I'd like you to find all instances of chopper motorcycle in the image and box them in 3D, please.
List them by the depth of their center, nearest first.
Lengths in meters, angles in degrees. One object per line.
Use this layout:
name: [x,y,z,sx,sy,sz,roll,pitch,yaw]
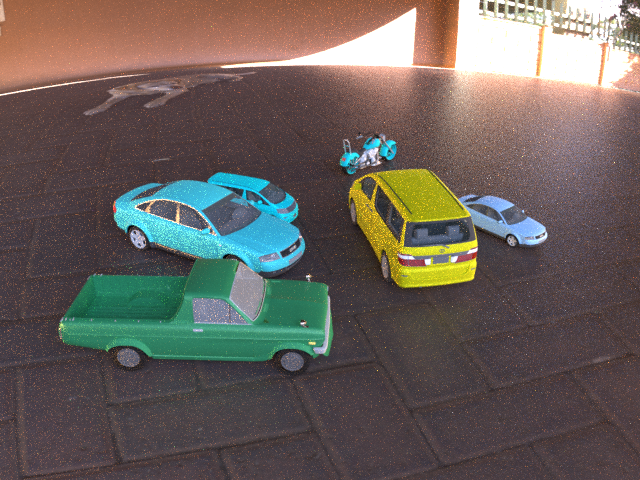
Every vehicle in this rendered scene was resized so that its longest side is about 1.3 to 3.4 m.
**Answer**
chopper motorcycle: [0.957,-1.736,13.427,0.466,0.761,1.563,24,36,38]

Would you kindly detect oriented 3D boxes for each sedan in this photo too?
sedan: [-1.687,-0.278,10.437,3.137,0.940,1.235,15,31,27]
sedan: [2.841,-0.359,11.086,0.635,0.483,1.613,-21,34,-35]

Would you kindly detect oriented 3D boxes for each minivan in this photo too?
minivan: [1.279,-0.403,10.399,1.324,1.197,3.011,-5,28,-10]
minivan: [-1.125,-0.680,11.559,1.548,0.616,0.681,11,29,19]

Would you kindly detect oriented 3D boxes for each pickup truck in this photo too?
pickup truck: [-1.399,0.819,8.275,3.117,0.993,1.244,1,28,2]
